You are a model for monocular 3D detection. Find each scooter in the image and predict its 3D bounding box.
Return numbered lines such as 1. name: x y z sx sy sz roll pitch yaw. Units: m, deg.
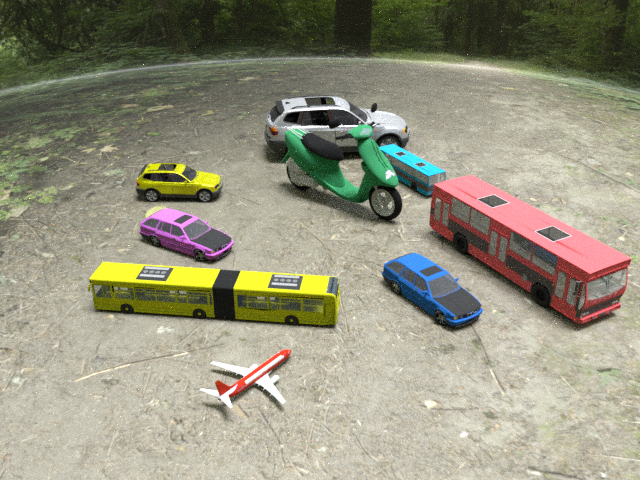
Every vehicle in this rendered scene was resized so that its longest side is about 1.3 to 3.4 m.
1. scooter: 0.338 -1.469 12.305 2.721 1.786 1.288 22 36 35

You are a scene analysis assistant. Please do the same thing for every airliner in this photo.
1. airliner: -0.766 1.516 8.229 1.161 0.429 1.307 21 35 33

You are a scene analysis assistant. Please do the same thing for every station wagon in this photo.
1. station wagon: -2.139 -0.120 11.196 1.597 0.473 0.682 16 33 28
2. station wagon: 1.560 0.645 9.787 0.682 0.473 1.597 -18 33 -29

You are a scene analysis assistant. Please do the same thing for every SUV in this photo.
1. SUV: 0.354 -2.417 14.741 3.058 1.128 1.276 -4 29 -7
2. SUV: -2.587 -1.086 12.863 1.572 0.580 0.656 1 29 1

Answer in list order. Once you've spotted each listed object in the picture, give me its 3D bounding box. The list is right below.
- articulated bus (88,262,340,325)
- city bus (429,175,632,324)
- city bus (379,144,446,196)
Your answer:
1. articulated bus: -1.441 0.725 9.549 3.401 0.561 0.605 3 29 6
2. city bus: 2.954 0.056 10.430 0.926 0.894 3.255 -15 32 -26
3. city bus: 1.723 -1.344 13.465 0.476 0.460 1.674 -16 32 -26
